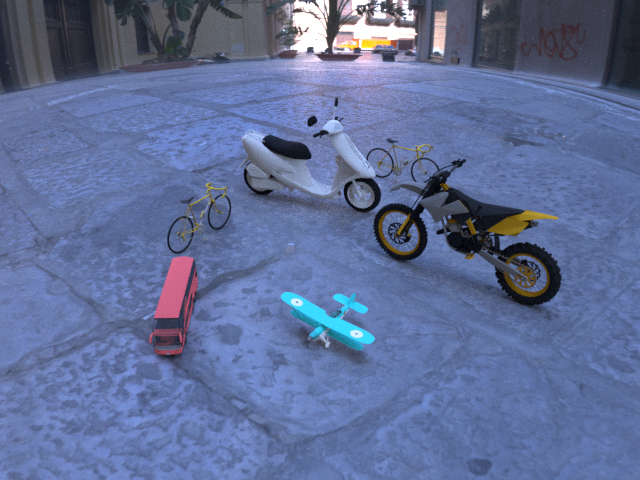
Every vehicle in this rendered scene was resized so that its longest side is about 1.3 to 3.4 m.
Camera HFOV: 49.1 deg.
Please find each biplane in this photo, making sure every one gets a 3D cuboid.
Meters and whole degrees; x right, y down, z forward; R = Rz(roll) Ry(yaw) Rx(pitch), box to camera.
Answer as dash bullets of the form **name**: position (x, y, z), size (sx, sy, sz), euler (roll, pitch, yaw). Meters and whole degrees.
- **biplane**: position (0.171, 1.014, 8.813), size (1.336, 0.504, 1.090), euler (17, 33, 29)

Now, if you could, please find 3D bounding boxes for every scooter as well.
- **scooter**: position (-0.223, -1.471, 12.123), size (2.721, 1.786, 1.288), euler (11, 30, 19)

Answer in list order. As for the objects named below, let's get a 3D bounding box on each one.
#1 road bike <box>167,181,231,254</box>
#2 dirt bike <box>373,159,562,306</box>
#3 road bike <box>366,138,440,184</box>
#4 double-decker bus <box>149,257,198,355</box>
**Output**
- **road bike**: position (-1.894, -0.380, 11.065), size (0.358, 0.852, 1.545), euler (16, 32, 27)
- **dirt bike**: position (1.987, -0.153, 9.771), size (2.903, 1.666, 1.024), euler (19, 34, 32)
- **road bike**: position (1.550, -1.469, 13.113), size (1.545, 0.852, 0.358), euler (16, 32, 28)
- **double-decker bus**: position (-1.867, 0.842, 9.098), size (0.389, 0.541, 1.672), euler (-1, 28, -2)
